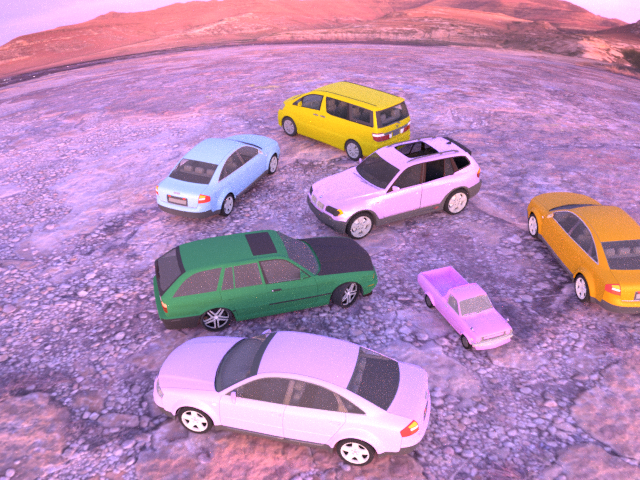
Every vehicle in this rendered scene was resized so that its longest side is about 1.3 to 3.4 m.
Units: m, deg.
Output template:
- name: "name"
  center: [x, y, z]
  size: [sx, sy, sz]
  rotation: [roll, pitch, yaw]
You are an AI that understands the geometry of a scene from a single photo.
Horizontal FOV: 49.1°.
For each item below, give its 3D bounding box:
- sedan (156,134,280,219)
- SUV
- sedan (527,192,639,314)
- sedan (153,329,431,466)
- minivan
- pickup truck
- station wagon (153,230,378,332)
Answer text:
- name: "sedan"
  center: [-1.757, -1.352, 12.693]
  size: [1.235, 0.940, 3.137]
  rotation: [12, 33, 19]
- name: "SUV"
  center: [1.287, -0.983, 11.891]
  size: [3.058, 1.128, 1.276]
  rotation: [-14, 34, -22]
- name: "sedan"
  center: [4.121, -0.034, 10.487]
  size: [1.235, 0.940, 3.137]
  rotation: [-4, 31, -6]
- name: "sedan"
  center: [-0.345, 1.583, 7.781]
  size: [3.137, 0.940, 1.235]
  rotation: [7, 32, 12]
- name: "minivan"
  center: [0.425, -2.614, 14.554]
  size: [3.011, 1.197, 1.324]
  rotation: [26, 40, 36]
- name: "pickup truck"
  center: [1.924, 0.845, 9.435]
  size: [0.640, 0.511, 1.603]
  rotation: [-11, 33, -18]
- name: "station wagon"
  center: [-0.738, 0.419, 9.748]
  size: [3.105, 0.920, 1.327]
  rotation: [-9, 32, -14]
